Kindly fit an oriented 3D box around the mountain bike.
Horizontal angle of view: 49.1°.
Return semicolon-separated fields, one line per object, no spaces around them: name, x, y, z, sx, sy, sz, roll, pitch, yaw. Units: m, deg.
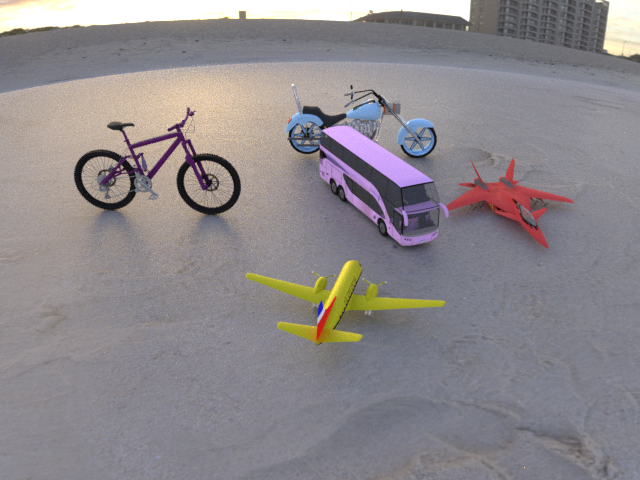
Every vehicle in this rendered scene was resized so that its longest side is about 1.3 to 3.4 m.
mountain bike;-2.733;-1.231;11.588;2.857;1.688;1.114;3;28;5

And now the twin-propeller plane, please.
twin-propeller plane;0.239;0.668;8.919;2.663;0.792;2.129;7;28;14

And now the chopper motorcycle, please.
chopper motorcycle;0.832;-2.376;14.006;3.040;1.480;0.906;0;28;1

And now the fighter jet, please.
fighter jet;3.267;-0.629;11.656;2.229;0.557;2.640;-4;28;-7

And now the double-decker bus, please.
double-decker bus;0.930;-0.956;11.749;0.756;1.052;3.251;-12;30;-22
